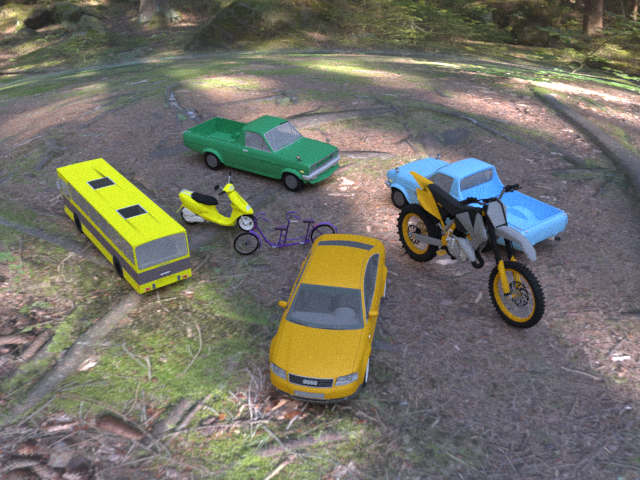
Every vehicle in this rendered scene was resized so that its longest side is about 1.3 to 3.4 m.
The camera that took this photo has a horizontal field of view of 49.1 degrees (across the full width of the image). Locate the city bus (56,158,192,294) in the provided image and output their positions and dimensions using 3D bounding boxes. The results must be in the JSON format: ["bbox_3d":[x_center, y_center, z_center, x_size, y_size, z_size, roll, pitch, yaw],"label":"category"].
[{"bbox_3d":[-3.108,-0.275,10.860,0.926,0.894,3.255,-19,35,-31],"label":"city bus"}]

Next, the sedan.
[{"bbox_3d":[0.172,0.787,8.917,1.235,0.940,3.137,5,30,9],"label":"sedan"}]

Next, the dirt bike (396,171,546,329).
[{"bbox_3d":[2.018,-0.027,9.626,1.024,1.666,2.903,-17,33,-27],"label":"dirt bike"}]

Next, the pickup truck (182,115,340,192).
[{"bbox_3d":[-1.164,-1.845,13.563,3.117,0.993,1.244,17,33,28],"label":"pickup truck"}]

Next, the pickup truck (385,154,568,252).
[{"bbox_3d":[2.482,-0.724,11.561,1.244,0.993,3.117,-20,35,-32],"label":"pickup truck"}]

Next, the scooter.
[{"bbox_3d":[-1.701,-0.609,11.432,1.399,0.919,0.662,7,30,13],"label":"scooter"}]

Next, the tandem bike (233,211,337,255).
[{"bbox_3d":[-0.525,-0.128,10.814,1.642,0.682,0.283,-6,30,-11],"label":"tandem bike"}]
